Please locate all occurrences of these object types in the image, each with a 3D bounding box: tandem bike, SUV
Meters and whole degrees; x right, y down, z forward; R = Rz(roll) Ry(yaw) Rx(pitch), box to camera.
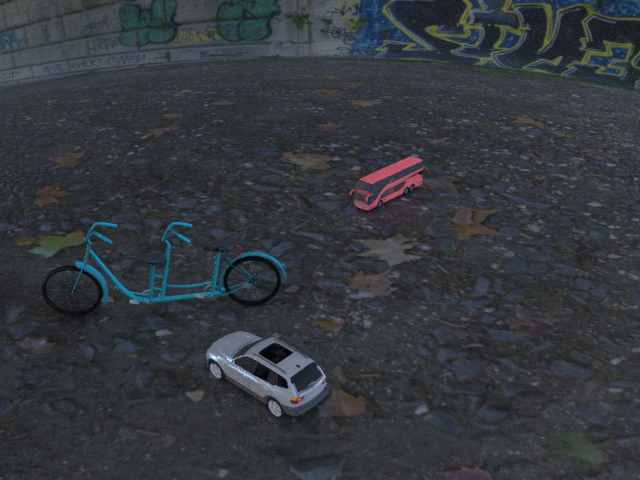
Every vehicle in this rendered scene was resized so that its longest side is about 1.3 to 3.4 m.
[{"bbox_3d":[-2.037,0.372,9.147,3.192,1.326,0.550,-3,29,-6],"label":"tandem bike"},{"bbox_3d":[-0.629,1.430,7.979,1.572,0.580,0.656,23,36,35],"label":"SUV"}]

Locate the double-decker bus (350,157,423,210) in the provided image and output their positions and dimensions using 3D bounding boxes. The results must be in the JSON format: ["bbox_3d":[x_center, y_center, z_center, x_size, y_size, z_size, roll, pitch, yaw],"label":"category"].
[{"bbox_3d":[1.228,-1.007,12.513,0.389,0.541,1.672,24,37,37],"label":"double-decker bus"}]
